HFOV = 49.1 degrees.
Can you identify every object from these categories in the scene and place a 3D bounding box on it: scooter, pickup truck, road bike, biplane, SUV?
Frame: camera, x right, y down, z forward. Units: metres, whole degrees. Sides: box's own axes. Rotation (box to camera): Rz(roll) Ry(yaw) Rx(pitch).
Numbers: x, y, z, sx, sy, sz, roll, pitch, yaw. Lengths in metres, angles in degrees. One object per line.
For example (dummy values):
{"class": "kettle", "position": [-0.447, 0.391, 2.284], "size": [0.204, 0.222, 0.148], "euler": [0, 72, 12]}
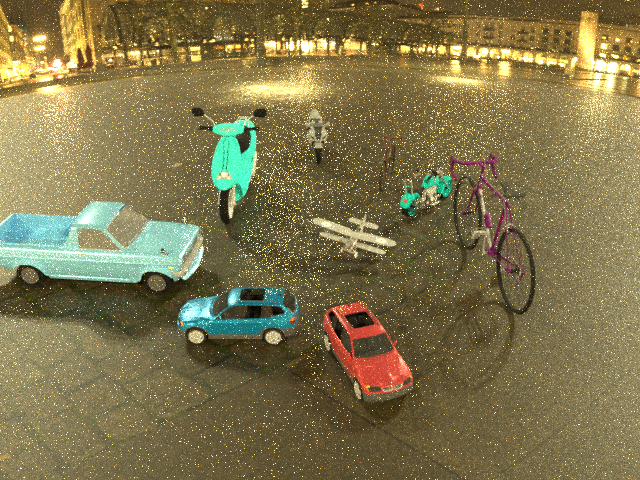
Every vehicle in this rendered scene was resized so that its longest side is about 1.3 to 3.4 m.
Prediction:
{"class": "scooter", "position": [-1.522, -1.579, 12.502], "size": [1.288, 1.786, 2.721], "euler": [2, 27, 3]}
{"class": "pickup truck", "position": [-3.323, 0.021, 10.261], "size": [3.117, 0.993, 1.244], "euler": [3, 27, 6]}
{"class": "road bike", "position": [1.298, -1.511, 13.390], "size": [0.358, 0.852, 1.545], "euler": [7, 28, 14]}
{"class": "road bike", "position": [2.445, -0.226, 10.017], "size": [0.696, 1.656, 3.004], "euler": [-4, 28, -8]}
{"class": "biplane", "position": [0.577, -0.067, 10.966], "size": [1.336, 0.504, 1.090], "euler": [9, 29, 17]}
{"class": "SUV", "position": [-1.035, 0.928, 8.951], "size": [1.572, 0.580, 0.656], "euler": [0, 27, 1]}
{"class": "SUV", "position": [0.532, 1.271, 8.286], "size": [0.656, 0.580, 1.572], "euler": [-9, 29, -18]}

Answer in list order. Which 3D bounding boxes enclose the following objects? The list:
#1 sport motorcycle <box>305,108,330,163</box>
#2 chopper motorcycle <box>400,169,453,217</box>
{"class": "sport motorcycle", "position": [-0.073, -2.215, 14.791], "size": [0.506, 0.821, 1.520], "euler": [-2, 27, -3]}
{"class": "chopper motorcycle", "position": [1.913, -0.923, 12.348], "size": [0.466, 0.761, 1.563], "euler": [21, 34, 34]}
